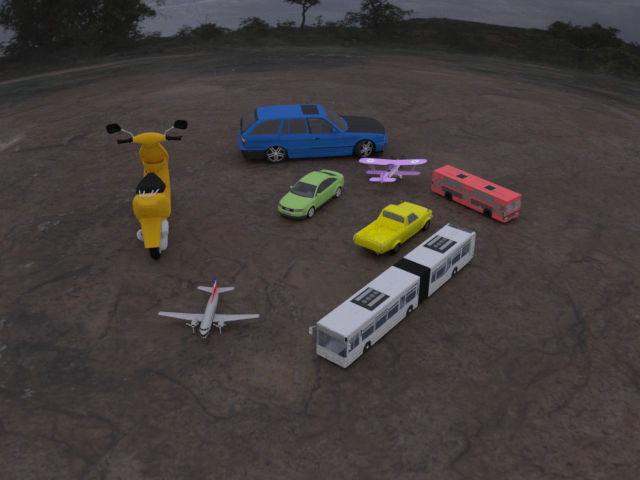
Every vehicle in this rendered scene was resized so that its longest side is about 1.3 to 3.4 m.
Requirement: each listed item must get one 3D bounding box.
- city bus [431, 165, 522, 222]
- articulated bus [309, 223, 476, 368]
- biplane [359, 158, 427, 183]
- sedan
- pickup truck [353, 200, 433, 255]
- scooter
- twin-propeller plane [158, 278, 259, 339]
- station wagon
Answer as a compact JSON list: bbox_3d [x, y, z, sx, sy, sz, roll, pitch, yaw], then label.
[{"bbox_3d":[2.759,-0.825,12.490,0.476,0.460,1.674,-23,37,-34],"label":"city bus"},{"bbox_3d":[1.155,0.670,9.814,0.605,0.561,3.401,22,37,33],"label":"articulated bus"},{"bbox_3d":[1.313,-1.308,13.279,1.336,0.504,1.090,12,32,20],"label":"biplane"},{"bbox_3d":[-0.149,-0.879,12.560,0.635,0.483,1.613,17,34,27],"label":"sedan"},{"bbox_3d":[1.217,-0.248,11.446,0.640,0.511,1.603,21,36,32],"label":"pickup truck"},{"bbox_3d":[-2.729,-0.966,11.412,1.288,1.786,2.721,-5,30,-8],"label":"scooter"},{"bbox_3d":[-1.497,0.931,9.517,1.370,0.407,1.095,1,30,2],"label":"twin-propeller plane"},{"bbox_3d":[-0.142,-2.284,14.546,3.105,0.920,1.327,-4,30,-6],"label":"station wagon"}]
